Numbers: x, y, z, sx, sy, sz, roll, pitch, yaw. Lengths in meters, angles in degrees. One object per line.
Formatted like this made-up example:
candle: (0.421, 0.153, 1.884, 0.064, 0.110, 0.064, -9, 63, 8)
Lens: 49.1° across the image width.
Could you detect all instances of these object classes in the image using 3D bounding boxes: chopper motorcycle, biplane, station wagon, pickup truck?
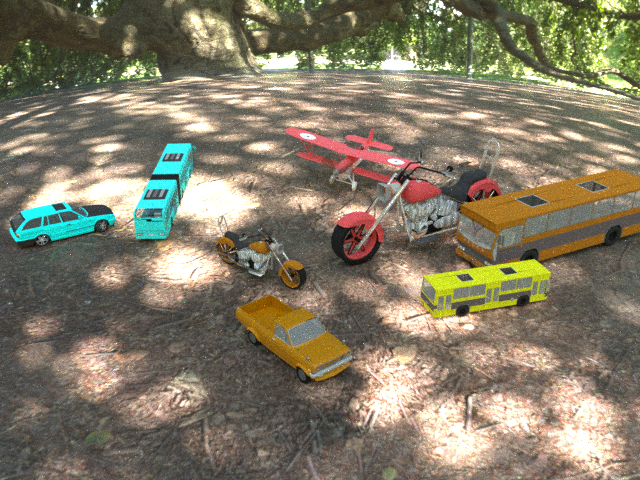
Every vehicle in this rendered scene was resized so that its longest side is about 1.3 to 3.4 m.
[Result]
chopper motorcycle: (1.536, -0.596, 10.616, 3.040, 1.480, 0.906, -14, 29, -26)
chopper motorcycle: (-0.859, 0.167, 9.873, 1.563, 0.761, 0.466, 17, 31, 31)
biplane: (0.693, -1.555, 13.149, 2.598, 0.981, 2.120, 10, 28, 20)
station wagon: (-4.107, -0.328, 11.215, 1.597, 0.473, 0.682, -16, 30, -29)
pickup truck: (-0.338, 1.087, 8.275, 0.640, 0.511, 1.603, -20, 32, -35)

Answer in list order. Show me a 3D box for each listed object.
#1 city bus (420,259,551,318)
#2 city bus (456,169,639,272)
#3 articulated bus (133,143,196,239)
city bus: (2.181, 0.651, 9.225, 1.674, 0.460, 0.476, -7, 27, -15)
city bus: (3.625, -0.295, 10.667, 3.255, 0.894, 0.926, -13, 29, -25)
articulated bus: (-2.697, -0.946, 12.378, 0.605, 0.561, 3.401, -1, 26, -2)
